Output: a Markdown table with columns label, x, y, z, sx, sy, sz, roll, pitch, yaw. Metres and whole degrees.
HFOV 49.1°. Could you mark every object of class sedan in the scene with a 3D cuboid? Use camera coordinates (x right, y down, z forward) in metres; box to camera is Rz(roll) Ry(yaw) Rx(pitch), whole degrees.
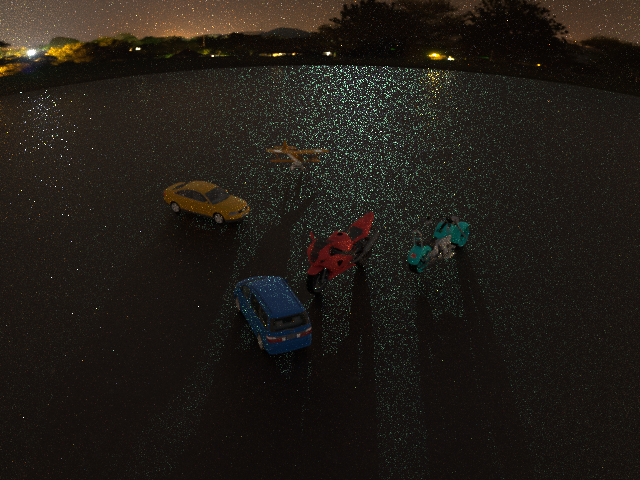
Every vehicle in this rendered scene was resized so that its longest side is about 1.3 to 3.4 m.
| label | x | y | z | sx | sy | sz | roll | pitch | yaw |
| --- | --- | --- | --- | --- | --- | --- | --- | --- | --- |
| sedan | -1.956 | -0.701 | 12.035 | 1.613 | 0.483 | 0.635 | 15 | 31 | 26 |

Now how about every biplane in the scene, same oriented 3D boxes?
| label | x | y | z | sx | sy | sz | roll | pitch | yaw |
| --- | --- | --- | --- | --- | --- | --- | --- | --- | --- |
| biplane | -0.503 | -1.696 | 13.944 | 1.336 | 0.504 | 1.090 | -12 | 30 | -23 |

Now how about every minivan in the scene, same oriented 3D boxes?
| label | x | y | z | sx | sy | sz | roll | pitch | yaw |
| --- | --- | --- | --- | --- | --- | --- | --- | --- | --- |
| minivan | -0.637 | 0.832 | 8.913 | 0.681 | 0.616 | 1.548 | -11 | 29 | -20 |

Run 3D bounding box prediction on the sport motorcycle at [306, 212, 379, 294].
| label | x | y | z | sx | sy | sz | roll | pitch | yaw |
| --- | --- | --- | --- | --- | --- | --- | --- | --- | --- |
| sport motorcycle | 0.301 | 0.176 | 9.962 | 0.506 | 0.821 | 1.520 | 20 | 33 | 33 |

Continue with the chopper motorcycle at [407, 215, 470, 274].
| label | x | y | z | sx | sy | sz | roll | pitch | yaw |
| --- | --- | --- | --- | --- | --- | --- | --- | --- | --- |
| chopper motorcycle | 1.809 | -0.035 | 10.436 | 0.466 | 0.761 | 1.563 | 21 | 34 | 35 |
